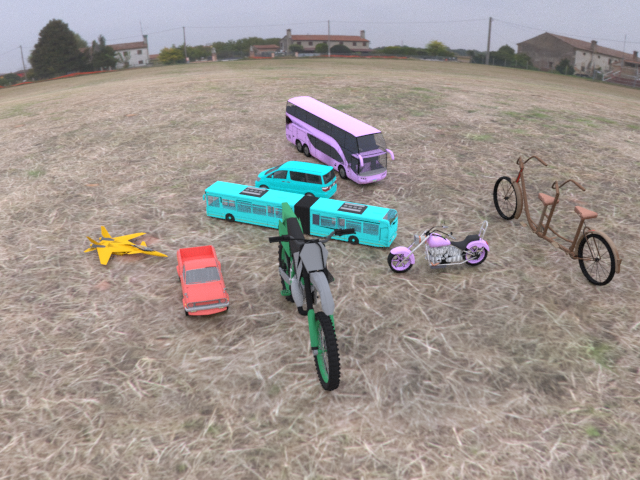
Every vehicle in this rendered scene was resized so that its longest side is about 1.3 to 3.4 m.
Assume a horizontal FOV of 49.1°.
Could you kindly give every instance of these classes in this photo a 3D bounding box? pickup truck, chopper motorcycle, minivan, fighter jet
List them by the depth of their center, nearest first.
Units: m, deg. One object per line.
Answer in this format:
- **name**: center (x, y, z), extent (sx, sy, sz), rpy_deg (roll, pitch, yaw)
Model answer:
- **pickup truck**: center (-1.703, 0.507, 10.022), extent (0.640, 0.511, 1.603), rpy_deg (-7, 28, -13)
- **chopper motorcycle**: center (1.797, 0.099, 10.547), extent (1.563, 0.761, 0.466), rpy_deg (-4, 27, -7)
- **fighter jet**: center (-3.019, 0.080, 11.108), extent (1.358, 0.286, 1.147), rpy_deg (9, 28, 17)
- **minivan**: center (-0.474, -1.135, 13.135), extent (1.548, 0.616, 0.681), rpy_deg (11, 29, 21)

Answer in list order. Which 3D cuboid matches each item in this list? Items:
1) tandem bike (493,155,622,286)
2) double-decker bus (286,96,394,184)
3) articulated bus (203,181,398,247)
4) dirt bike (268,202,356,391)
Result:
- **tandem bike**: center (3.629, -0.445, 10.994), extent (0.550, 1.326, 3.192), rpy_deg (-9, 28, -17)
- **double-decker bus**: center (0.294, -2.095, 14.542), extent (0.756, 1.052, 3.251), rpy_deg (-15, 30, -26)
- **articulated bus**: center (-0.385, -0.457, 11.862), extent (3.401, 0.561, 0.605), rpy_deg (10, 29, 20)
- **dirt bike**: center (-0.167, 0.510, 8.740), extent (1.024, 1.666, 2.903), rpy_deg (-6, 28, -12)
